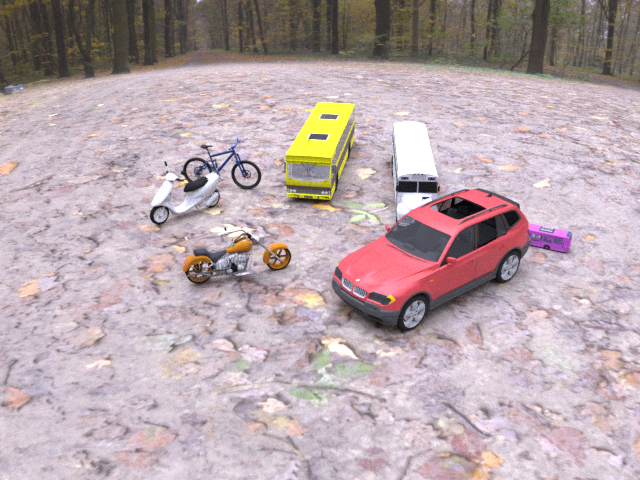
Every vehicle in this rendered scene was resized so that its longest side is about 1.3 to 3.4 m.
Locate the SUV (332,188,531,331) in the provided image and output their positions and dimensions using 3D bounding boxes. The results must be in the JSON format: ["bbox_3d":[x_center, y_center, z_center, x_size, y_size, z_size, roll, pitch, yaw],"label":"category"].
[{"bbox_3d":[1.575,0.138,9.506,3.058,1.128,1.276,-20,33,-34],"label":"SUV"}]

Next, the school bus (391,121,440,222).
[{"bbox_3d":[1.652,-1.200,12.412,0.709,0.844,3.322,2,27,3],"label":"school bus"}]

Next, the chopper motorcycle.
[{"bbox_3d":[-1.158,0.179,9.826,1.563,0.761,0.466,-11,29,-20],"label":"chopper motorcycle"}]

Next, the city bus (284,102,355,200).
[{"bbox_3d":[0.071,-1.744,13.414,0.926,0.894,3.255,5,28,9],"label":"city bus"}]

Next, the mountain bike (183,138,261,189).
[{"bbox_3d":[-1.787,-1.349,12.676,1.469,0.868,0.573,4,28,8],"label":"mountain bike"}]

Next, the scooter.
[{"bbox_3d":[-2.228,-0.834,11.622,1.399,0.919,0.662,-22,34,-36],"label":"scooter"}]

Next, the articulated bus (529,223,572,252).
[{"bbox_3d":[3.025,-0.151,10.983,1.749,0.289,0.311,14,30,25],"label":"articulated bus"}]
